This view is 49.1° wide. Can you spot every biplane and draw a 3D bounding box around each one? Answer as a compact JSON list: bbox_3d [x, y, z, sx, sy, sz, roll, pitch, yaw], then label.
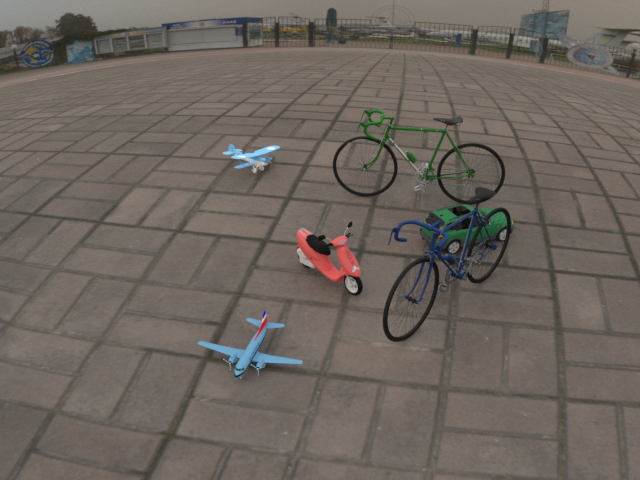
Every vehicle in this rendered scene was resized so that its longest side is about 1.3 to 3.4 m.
[{"bbox_3d":[-1.358,-1.616,13.642,1.090,0.504,1.336,19,35,30],"label":"biplane"}]

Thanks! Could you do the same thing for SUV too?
[{"bbox_3d":[2.369,-0.259,11.210,1.572,0.580,0.656,-13,32,-21],"label":"SUV"}]

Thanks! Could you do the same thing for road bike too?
[{"bbox_3d":[1.793,0.206,9.325,0.696,1.656,3.004,25,38,36],"label":"road bike"},{"bbox_3d":[1.709,-1.432,12.168,3.004,1.656,0.697,5,30,8],"label":"road bike"}]

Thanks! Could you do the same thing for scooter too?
[{"bbox_3d":[0.114,0.179,10.111,0.662,0.919,1.399,-25,38,-36],"label":"scooter"}]

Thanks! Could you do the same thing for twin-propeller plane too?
[{"bbox_3d":[-0.840,1.307,8.665,1.370,0.407,1.095,8,31,14],"label":"twin-propeller plane"}]
